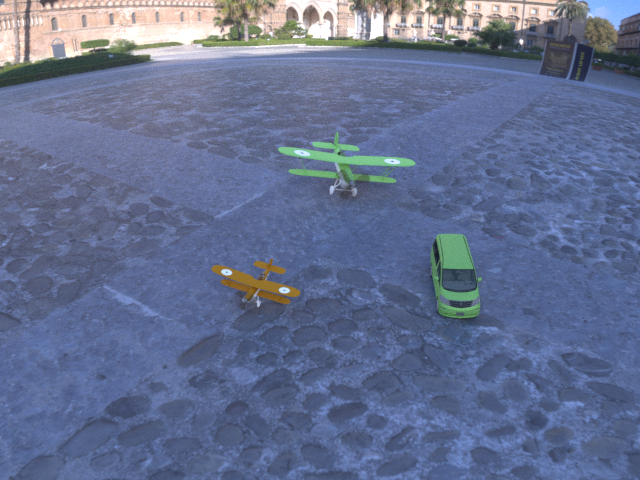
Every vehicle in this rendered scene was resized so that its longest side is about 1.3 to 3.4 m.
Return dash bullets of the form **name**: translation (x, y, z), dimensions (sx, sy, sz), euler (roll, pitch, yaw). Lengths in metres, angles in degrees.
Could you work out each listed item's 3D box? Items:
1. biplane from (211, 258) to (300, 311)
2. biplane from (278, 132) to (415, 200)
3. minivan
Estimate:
- **biplane**: translation (-0.872, 0.631, 10.213), dimensions (1.336, 0.504, 1.090), euler (9, 30, 15)
- **biplane**: translation (0.477, -1.468, 13.480), dimensions (2.598, 0.981, 2.120), euler (-4, 29, -7)
- **minivan**: translation (1.983, 0.511, 10.314), dimensions (0.681, 0.616, 1.548), euler (1, 29, 2)
